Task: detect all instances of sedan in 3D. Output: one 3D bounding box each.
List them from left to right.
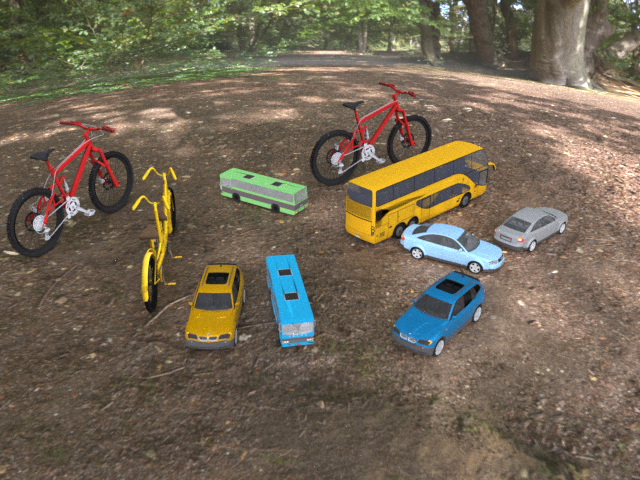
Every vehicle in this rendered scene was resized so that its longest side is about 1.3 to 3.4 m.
[{"bbox_3d":[2.033,0.070,10.774,1.613,0.483,0.635,14,31,26],"label":"sedan"},{"bbox_3d":[3.472,-0.265,11.422,1.613,0.483,0.635,-23,35,-38],"label":"sedan"}]

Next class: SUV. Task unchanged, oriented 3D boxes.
[{"bbox_3d":[-1.357,0.833,9.194,0.656,0.580,1.572,0,27,1],"label":"SUV"},{"bbox_3d":[1.560,0.907,9.050,0.656,0.580,1.572,21,34,35],"label":"SUV"}]

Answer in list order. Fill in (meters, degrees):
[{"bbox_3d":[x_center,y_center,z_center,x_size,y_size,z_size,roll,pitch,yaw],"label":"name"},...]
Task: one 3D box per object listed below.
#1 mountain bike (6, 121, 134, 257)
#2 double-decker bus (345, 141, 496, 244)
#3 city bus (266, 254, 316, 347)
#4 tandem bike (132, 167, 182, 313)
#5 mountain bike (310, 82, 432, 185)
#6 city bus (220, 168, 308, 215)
[{"bbox_3d":[-3.993,-0.906,11.350,1.114,1.688,2.857,12,30,21],"label":"mountain bike"},{"bbox_3d":[1.767,-0.891,12.013,3.251,1.052,0.756,-23,35,-38],"label":"double-decker bus"},{"bbox_3d":[-0.423,0.793,9.402,0.476,0.460,1.674,-5,28,-9],"label":"city bus"},{"bbox_3d":[-2.375,-0.171,10.323,0.550,1.326,3.192,-2,27,-4],"label":"tandem bike"},{"bbox_3d":[1.050,-2.034,13.531,2.857,1.688,1.114,-16,31,-28],"label":"mountain bike"},{"bbox_3d":[-1.028,-0.864,12.605,1.674,0.460,0.476,16,32,29],"label":"city bus"}]
